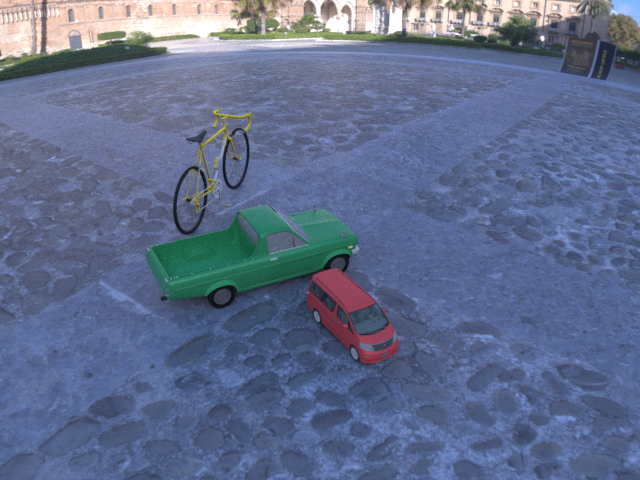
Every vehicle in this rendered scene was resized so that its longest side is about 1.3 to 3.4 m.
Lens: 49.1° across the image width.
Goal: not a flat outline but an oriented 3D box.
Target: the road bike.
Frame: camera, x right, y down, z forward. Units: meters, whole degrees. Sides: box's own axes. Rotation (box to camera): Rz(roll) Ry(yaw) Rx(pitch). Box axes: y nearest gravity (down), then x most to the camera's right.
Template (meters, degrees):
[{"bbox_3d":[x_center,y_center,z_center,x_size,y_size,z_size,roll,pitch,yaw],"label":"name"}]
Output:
[{"bbox_3d":[-1.865,-1.309,12.328,0.697,1.656,3.004,9,31,16],"label":"road bike"}]

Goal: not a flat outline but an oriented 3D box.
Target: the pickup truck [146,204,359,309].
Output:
[{"bbox_3d":[-0.975,0.119,10.510,3.117,0.993,1.244,-14,33,-23],"label":"pickup truck"}]

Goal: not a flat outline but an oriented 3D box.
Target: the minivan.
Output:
[{"bbox_3d":[0.426,0.994,9.367,0.681,0.616,1.548,-17,34,-27],"label":"minivan"}]
